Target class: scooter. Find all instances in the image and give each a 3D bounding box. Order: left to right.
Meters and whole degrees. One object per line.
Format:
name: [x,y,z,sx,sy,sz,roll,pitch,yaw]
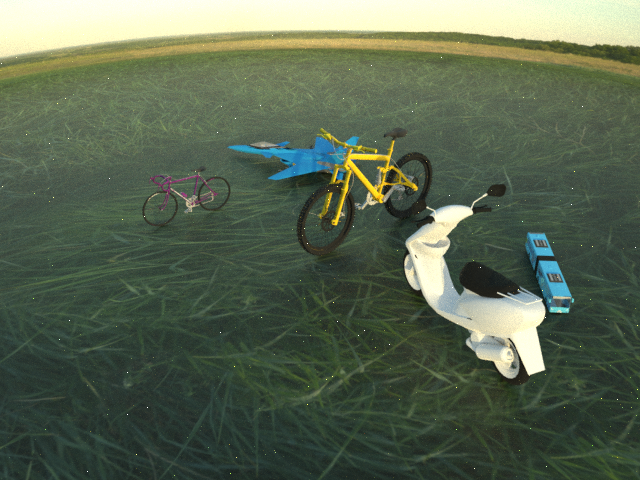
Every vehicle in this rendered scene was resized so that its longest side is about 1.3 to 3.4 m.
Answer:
scooter: [1.729,0.375,8.204,1.288,1.786,2.721,-12,31,-21]

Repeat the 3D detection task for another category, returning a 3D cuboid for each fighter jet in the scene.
fighter jet: [-0.604,-1.730,13.253,2.640,0.557,2.229,12,31,20]

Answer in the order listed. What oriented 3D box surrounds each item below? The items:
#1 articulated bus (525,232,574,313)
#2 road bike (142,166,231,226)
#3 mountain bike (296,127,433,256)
articulated bus: [3.131,0.415,9.673,0.311,0.289,1.749,2,29,4]
road bike: [-2.116,-0.734,11.160,1.545,0.852,0.358,-19,34,-30]
mountain bike: [0.749,-0.843,10.497,2.857,1.688,1.114,-24,37,-36]
